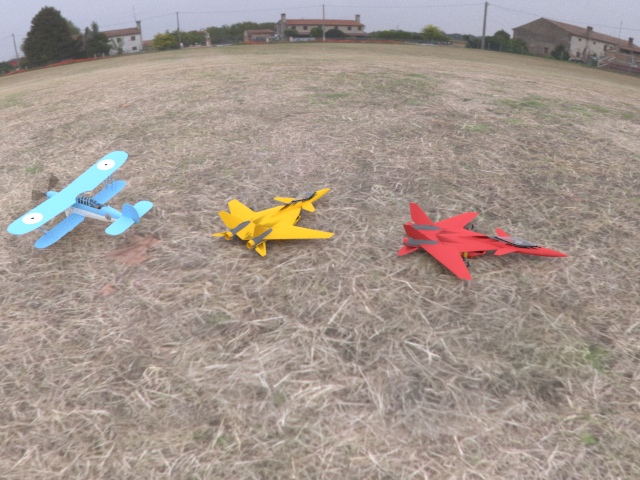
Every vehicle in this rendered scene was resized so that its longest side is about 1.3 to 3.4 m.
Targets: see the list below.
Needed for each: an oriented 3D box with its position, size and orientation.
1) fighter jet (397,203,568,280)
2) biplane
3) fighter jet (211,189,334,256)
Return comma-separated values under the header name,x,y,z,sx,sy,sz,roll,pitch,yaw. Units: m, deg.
name,x,y,z,sx,sy,sz,roll,pitch,yaw
fighter jet,2.636,-0.046,11.231,2.640,0.557,2.229,7,30,12
biplane,-3.844,-0.517,11.636,2.120,0.981,2.598,14,33,24
fighter jet,-0.586,-0.588,12.192,2.229,0.557,2.640,20,35,31
